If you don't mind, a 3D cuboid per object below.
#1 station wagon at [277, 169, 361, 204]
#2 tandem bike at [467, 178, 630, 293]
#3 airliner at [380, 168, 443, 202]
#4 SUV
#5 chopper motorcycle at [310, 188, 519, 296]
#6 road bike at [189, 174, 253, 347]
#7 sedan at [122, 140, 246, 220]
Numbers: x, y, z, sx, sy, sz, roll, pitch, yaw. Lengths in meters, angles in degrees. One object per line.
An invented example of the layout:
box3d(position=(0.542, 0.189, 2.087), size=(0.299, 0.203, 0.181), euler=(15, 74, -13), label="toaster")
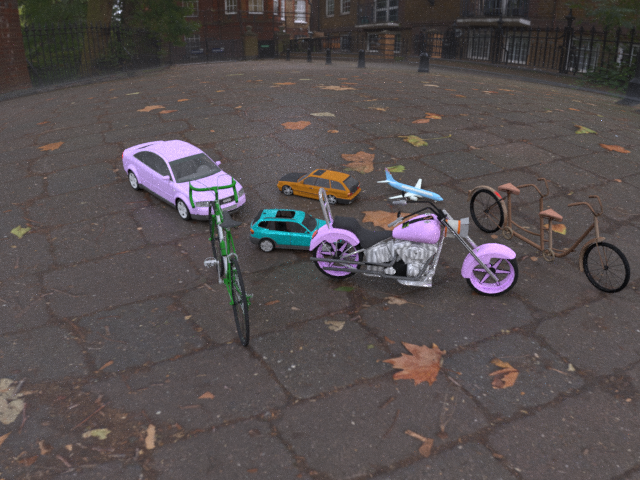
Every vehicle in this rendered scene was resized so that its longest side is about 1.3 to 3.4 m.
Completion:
box3d(position=(-0.038, -1.079, 13.347), size=(1.597, 0.473, 0.682), euler=(13, 30, 23), label="station wagon")
box3d(position=(3.475, -0.299, 10.929), size=(0.550, 1.326, 3.192), euler=(-17, 32, -30), label="tandem bike")
box3d(position=(1.762, -1.034, 13.307), size=(1.307, 0.429, 1.161), euler=(19, 33, 32), label="airliner")
box3d(position=(-0.376, -0.165, 11.478), size=(1.572, 0.580, 0.656), euler=(3, 28, 6), label="SUV")
box3d(position=(1.351, 0.030, 10.132), size=(3.040, 1.480, 0.906), euler=(4, 28, 9), label="chopper motorcycle")
box3d(position=(-1.305, 0.171, 9.672), size=(0.697, 1.656, 3.004), euler=(-8, 29, -15), label="road bike")
box3d(position=(-2.612, -1.260, 13.190), size=(1.235, 0.940, 3.137), euler=(-22, 35, -36), label="sedan")
